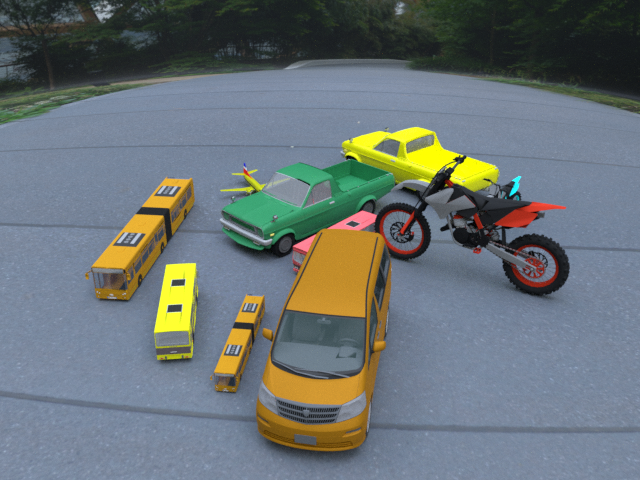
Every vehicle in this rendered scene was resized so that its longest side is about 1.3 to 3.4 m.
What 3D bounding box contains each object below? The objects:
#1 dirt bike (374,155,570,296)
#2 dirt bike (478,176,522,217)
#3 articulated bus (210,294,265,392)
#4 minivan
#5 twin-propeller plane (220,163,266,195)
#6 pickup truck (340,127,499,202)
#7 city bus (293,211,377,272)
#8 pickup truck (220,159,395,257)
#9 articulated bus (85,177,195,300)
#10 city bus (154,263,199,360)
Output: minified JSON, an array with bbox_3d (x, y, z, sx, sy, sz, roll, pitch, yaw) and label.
[{"bbox_3d":[2.083,-0.221,9.865,2.903,1.666,1.024,15,30,27],"label":"dirt bike"},{"bbox_3d":[2.967,-0.608,11.529,0.527,0.857,1.493,22,34,36],"label":"dirt bike"},{"bbox_3d":[-0.959,1.212,8.553,0.311,0.289,1.749,3,27,6],"label":"articulated bus"},{"bbox_3d":[0.141,0.996,7.974,1.324,1.197,3.011,5,27,10],"label":"minivan"},{"bbox_3d":[-1.230,-1.093,12.989,1.370,0.407,1.095,-12,29,-23],"label":"twin-propeller plane"},{"bbox_3d":[1.800,-1.524,13.194,1.244,0.993,3.117,-22,34,-36],"label":"pickup truck"},{"bbox_3d":[0.295,0.069,10.628,0.476,0.460,1.674,21,34,36],"label":"city bus"},{"bbox_3d":[-0.141,-0.722,11.604,3.117,0.993,1.244,-24,35,-39],"label":"pickup truck"},{"bbox_3d":[-2.659,-0.140,10.930,0.605,0.561,3.401,3,27,6],"label":"articulated bus"},{"bbox_3d":[-1.818,0.900,8.982,0.476,0.460,1.674,-3,27,-6],"label":"city bus"}]
